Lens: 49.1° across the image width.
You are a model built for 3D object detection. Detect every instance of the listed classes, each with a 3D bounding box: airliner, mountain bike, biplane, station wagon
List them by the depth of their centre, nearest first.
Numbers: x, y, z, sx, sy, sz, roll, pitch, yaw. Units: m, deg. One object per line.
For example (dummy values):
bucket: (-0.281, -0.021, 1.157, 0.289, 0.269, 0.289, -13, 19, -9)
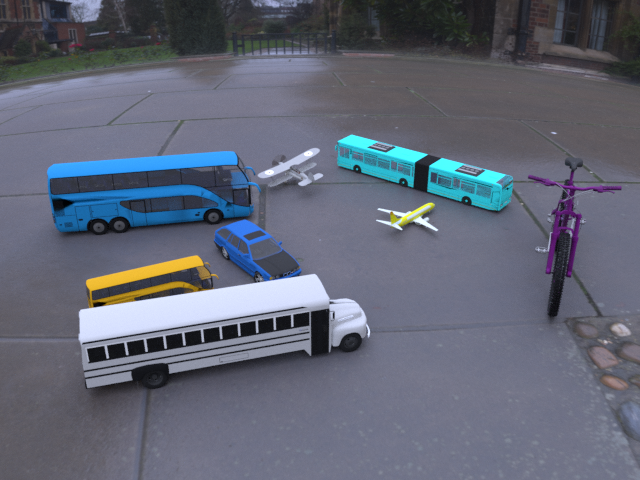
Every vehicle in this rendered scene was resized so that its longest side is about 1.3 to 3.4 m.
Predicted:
mountain bike: (3.335, -0.226, 9.554, 1.114, 1.688, 2.857, 9, 30, 16)
station wagon: (-0.917, 0.147, 10.137, 0.682, 0.473, 1.597, -20, 34, -32)
airliner: (1.497, -0.468, 11.312, 1.161, 0.429, 1.307, 23, 36, 36)
biplane: (-0.451, -1.206, 12.587, 1.336, 0.504, 1.090, -21, 35, -33)

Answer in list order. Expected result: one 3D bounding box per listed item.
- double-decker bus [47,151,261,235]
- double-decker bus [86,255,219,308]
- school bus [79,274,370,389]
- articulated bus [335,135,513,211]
double-decker bus: (-2.609, -0.779, 11.232, 3.251, 1.052, 0.756, -6, 29, -10)
double-decker bus: (-2.186, 0.621, 9.198, 1.672, 0.541, 0.389, -13, 31, -23)
school bus: (-1.038, 1.022, 8.146, 3.322, 0.844, 0.709, -8, 30, -14)
articulated bus: (1.776, -1.250, 12.609, 3.401, 0.561, 0.605, 20, 35, 32)
